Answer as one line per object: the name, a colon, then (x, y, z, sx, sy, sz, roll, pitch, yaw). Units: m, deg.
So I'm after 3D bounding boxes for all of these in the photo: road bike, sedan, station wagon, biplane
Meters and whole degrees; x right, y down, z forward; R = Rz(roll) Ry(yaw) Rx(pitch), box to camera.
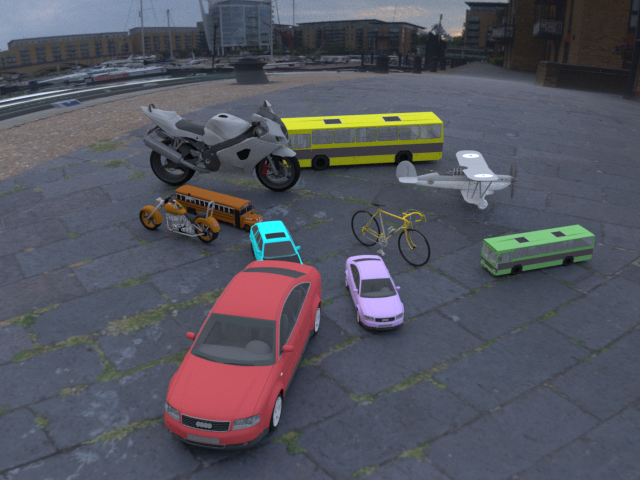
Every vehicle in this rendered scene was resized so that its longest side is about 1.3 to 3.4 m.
road bike: (1.054, -0.148, 10.636, 1.545, 0.852, 0.358, 23, 35, 39)
sedan: (-0.787, 1.086, 8.059, 1.235, 0.940, 3.137, 6, 27, 11)
sedan: (0.722, 0.638, 9.470, 0.635, 0.483, 1.613, -3, 27, -6)
station wagon: (-0.653, 0.156, 10.449, 0.682, 0.473, 1.597, -6, 27, -13)
biplane: (2.404, -1.079, 12.359, 2.120, 0.981, 2.598, 2, 27, 4)

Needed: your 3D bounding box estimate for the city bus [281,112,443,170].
city bus: (0.838, -2.024, 14.353, 3.255, 0.894, 0.926, -4, 27, -8)

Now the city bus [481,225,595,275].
city bus: (3.248, 0.162, 10.453, 1.674, 0.460, 0.476, -8, 28, -16)

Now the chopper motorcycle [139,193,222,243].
chopper motorcycle: (-2.284, -0.406, 11.254, 1.563, 0.761, 0.466, 14, 30, 25)

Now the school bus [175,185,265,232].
school bus: (-1.707, -0.547, 11.905, 1.708, 0.434, 0.365, 15, 30, 28)

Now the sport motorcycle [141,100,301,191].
sport motorcycle: (-1.818, -1.715, 12.944, 2.955, 1.596, 0.983, 4, 27, 8)
